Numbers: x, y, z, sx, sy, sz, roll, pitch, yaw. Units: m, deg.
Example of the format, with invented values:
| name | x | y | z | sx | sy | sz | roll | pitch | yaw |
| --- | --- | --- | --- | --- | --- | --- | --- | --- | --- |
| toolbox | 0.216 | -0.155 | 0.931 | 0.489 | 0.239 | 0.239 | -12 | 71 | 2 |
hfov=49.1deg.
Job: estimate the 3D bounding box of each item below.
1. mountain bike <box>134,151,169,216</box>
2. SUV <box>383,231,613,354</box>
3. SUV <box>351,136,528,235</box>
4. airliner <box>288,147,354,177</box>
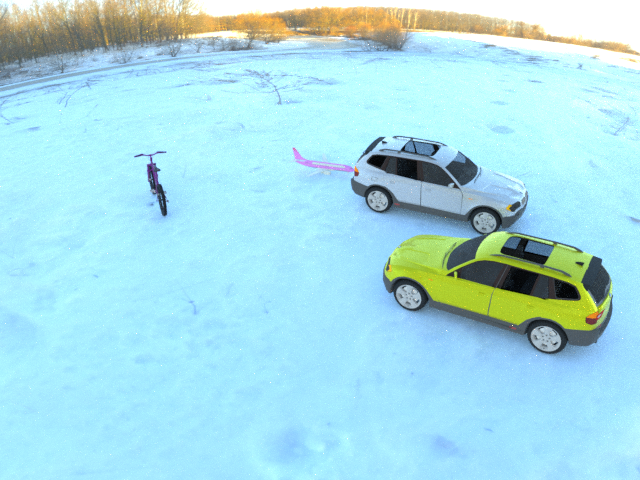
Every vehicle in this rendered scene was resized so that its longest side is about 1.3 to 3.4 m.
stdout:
| name | x | y | z | sx | sy | sz | roll | pitch | yaw |
| --- | --- | --- | --- | --- | --- | --- | --- | --- | --- |
| mountain bike | -2.912 | -1.039 | 12.426 | 0.573 | 0.868 | 1.469 | -12 | 32 | -19 |
| SUV | 2.378 | 0.493 | 9.508 | 3.058 | 1.128 | 1.276 | 16 | 34 | 26 |
| SUV | 2.060 | -1.040 | 12.168 | 3.058 | 1.128 | 1.276 | 13 | 32 | 22 |
| airliner | 0.060 | -1.555 | 13.761 | 1.307 | 0.429 | 1.161 | 8 | 31 | 14 |
